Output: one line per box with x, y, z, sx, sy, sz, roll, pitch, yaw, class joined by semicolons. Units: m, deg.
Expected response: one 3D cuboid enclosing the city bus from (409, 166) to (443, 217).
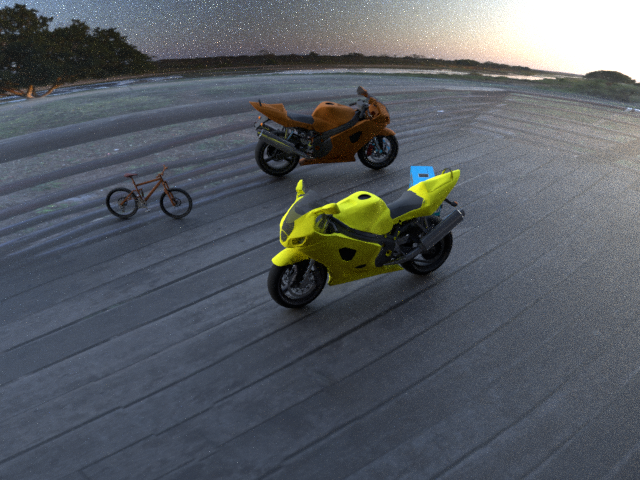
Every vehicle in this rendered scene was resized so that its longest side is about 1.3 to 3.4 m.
1.835;-0.809;12.343;0.476;0.460;1.674;1;26;3;city bus

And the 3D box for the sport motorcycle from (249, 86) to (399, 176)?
0.124;-2.072;13.654;2.955;1.596;0.983;-5;26;-9;sport motorcycle

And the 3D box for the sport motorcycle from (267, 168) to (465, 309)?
0.639;-0.047;9.454;2.955;1.596;0.983;-13;29;-25;sport motorcycle

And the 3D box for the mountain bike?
-2.891;-0.763;11.778;1.469;0.868;0.573;0;26;1;mountain bike
